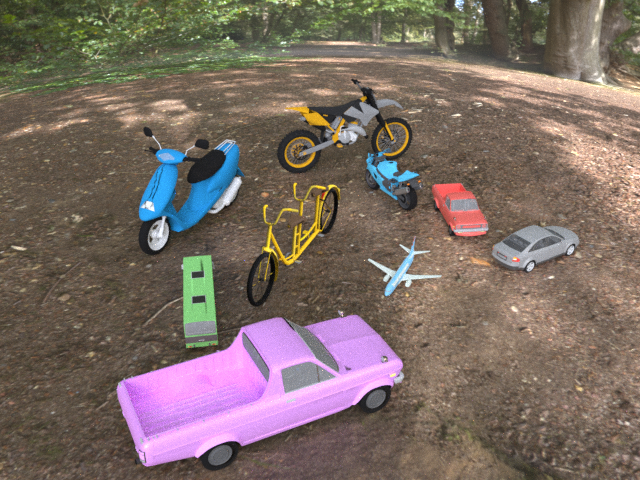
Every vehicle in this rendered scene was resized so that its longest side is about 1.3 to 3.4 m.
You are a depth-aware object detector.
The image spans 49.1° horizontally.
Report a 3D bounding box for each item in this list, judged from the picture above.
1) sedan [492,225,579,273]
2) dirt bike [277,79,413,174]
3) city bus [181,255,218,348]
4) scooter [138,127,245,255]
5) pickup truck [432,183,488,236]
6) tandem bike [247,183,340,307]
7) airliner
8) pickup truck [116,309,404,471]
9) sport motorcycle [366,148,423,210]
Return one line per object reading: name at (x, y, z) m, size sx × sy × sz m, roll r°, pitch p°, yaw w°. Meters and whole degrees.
sedan at (3.414, 0.047, 10.998) m, size 1.613 × 0.483 × 0.635 m, roll -17°, pitch 33°, yaw -28°
dirt bike at (0.533, -2.241, 13.912) m, size 2.903 × 1.666 × 1.024 m, roll -10°, pitch 30°, yaw -17°
city bus at (-1.650, 0.829, 9.607) m, size 0.476 × 0.460 × 1.674 m, roll -5°, pitch 29°, yaw -9°
scooter at (-2.114, -1.014, 11.570) m, size 1.288 × 1.786 × 2.721 m, roll 15°, pitch 32°, yaw 25°
pickup truck at (2.403, -0.590, 12.122) m, size 0.640 × 0.511 × 1.603 m, roll -3°, pitch 29°, yaw -5°
tandem bike at (-0.323, -0.218, 10.607) m, size 0.550 × 1.326 × 3.192 m, roll 12°, pitch 31°, yaw 21°
airliner at (1.210, 0.398, 10.419) m, size 1.161 × 0.429 × 1.307 m, roll 13°, pitch 31°, yaw 22°
pickup truck at (-0.614, 1.535, 7.782) m, size 3.117 × 0.993 × 1.244 m, roll -14°, pitch 32°, yaw -23°
sport motorcycle at (1.295, -1.118, 12.754) m, size 0.506 × 0.821 × 1.520 m, roll -16°, pitch 33°, yaw -27°
